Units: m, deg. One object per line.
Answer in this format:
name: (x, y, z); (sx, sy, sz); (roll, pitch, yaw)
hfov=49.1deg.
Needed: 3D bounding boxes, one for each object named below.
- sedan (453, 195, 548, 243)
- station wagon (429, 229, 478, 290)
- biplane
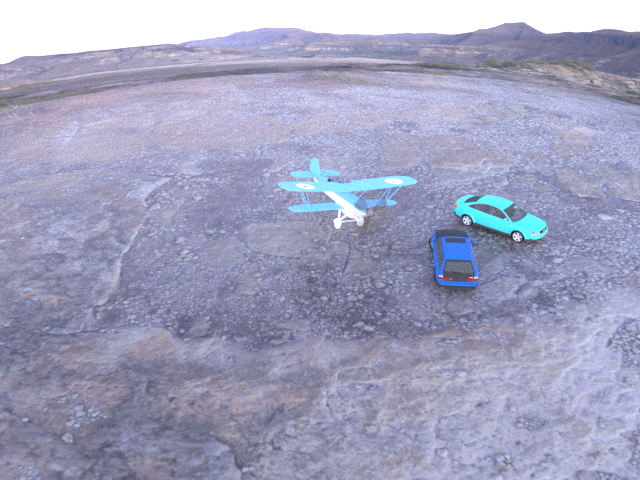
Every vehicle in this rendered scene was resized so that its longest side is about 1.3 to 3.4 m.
sedan: (3.012, -0.417, 11.686); (1.613, 0.483, 0.635); (22, 35, 35)
station wagon: (2.020, 0.193, 10.546); (0.682, 0.473, 1.597); (2, 28, 5)
biplane: (0.357, -0.828, 11.930); (2.598, 0.981, 2.120); (-14, 31, -25)
